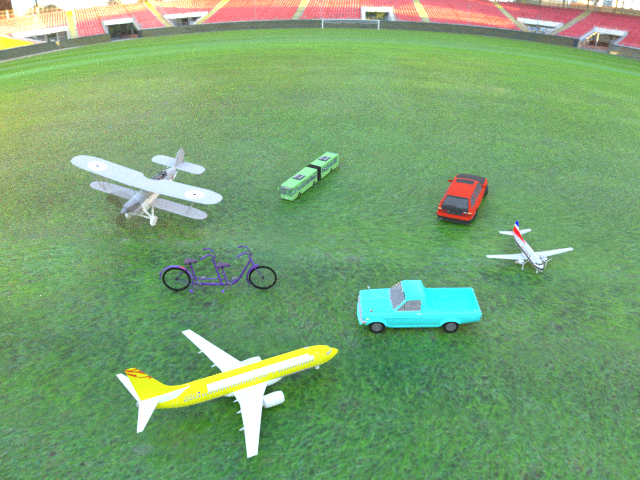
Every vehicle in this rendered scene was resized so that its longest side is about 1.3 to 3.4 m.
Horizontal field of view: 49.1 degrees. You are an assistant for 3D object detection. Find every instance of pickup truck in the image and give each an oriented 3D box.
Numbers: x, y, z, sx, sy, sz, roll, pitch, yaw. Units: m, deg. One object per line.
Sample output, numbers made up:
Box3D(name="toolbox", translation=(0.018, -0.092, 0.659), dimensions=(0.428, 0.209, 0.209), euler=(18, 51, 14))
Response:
Box3D(name="pickup truck", translation=(1.293, 0.842, 9.210), dimensions=(1.603, 0.511, 0.640), euler=(0, 31, -1))

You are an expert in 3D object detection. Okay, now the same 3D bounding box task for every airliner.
Box3D(name="airliner", translation=(-0.920, 1.427, 7.904), dimensions=(2.541, 0.835, 2.257), euler=(-14, 33, -22))

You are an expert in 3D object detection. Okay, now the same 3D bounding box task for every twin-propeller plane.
Box3D(name="twin-propeller plane", translation=(3.127, 0.113, 10.542), dimensions=(1.370, 0.407, 1.095), euler=(-5, 31, -8))

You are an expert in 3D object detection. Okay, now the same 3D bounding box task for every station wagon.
Box3D(name="station wagon", translation=(2.480, -0.811, 12.035), dimensions=(0.682, 0.473, 1.597), euler=(12, 33, 19))

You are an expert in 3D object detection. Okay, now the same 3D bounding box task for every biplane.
Box3D(name="biplane", translation=(-2.712, -0.895, 11.679), dimensions=(2.598, 0.981, 2.120), euler=(9, 32, 15))

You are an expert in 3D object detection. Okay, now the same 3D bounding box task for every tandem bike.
Box3D(name="tandem bike", translation=(-1.426, 0.419, 9.755), dimensions=(1.642, 0.682, 0.283), euler=(-1, 31, -1))

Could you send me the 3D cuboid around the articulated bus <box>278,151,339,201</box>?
Box3D(name="articulated bus", translation=(-0.170, -1.194, 12.862), dimensions=(0.311, 0.289, 1.749), euler=(16, 34, 25))
